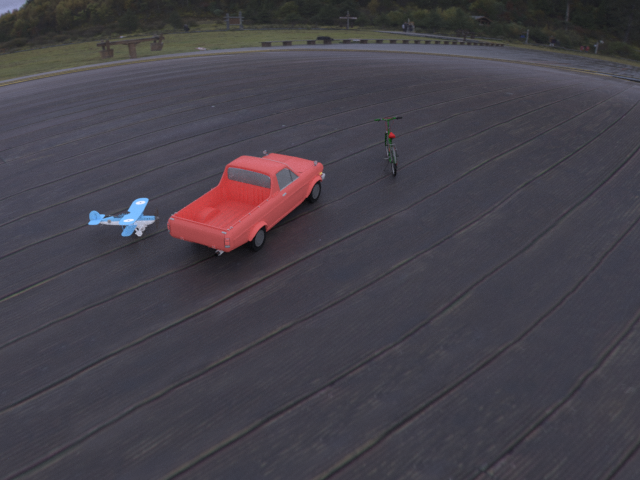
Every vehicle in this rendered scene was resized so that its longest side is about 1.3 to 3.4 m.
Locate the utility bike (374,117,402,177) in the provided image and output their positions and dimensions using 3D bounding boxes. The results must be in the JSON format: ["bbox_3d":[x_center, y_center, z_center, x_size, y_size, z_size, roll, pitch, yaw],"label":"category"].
[{"bbox_3d":[1.294,-1.817,13.253,0.535,0.946,1.435,-1,29,-2],"label":"utility bike"}]

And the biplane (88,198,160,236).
[{"bbox_3d":[-3.076,-0.328,11.051,1.090,0.504,1.336,-1,29,-2],"label":"biplane"}]

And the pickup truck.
[{"bbox_3d":[-1.084,-0.741,11.288,1.244,0.993,3.117,14,32,24],"label":"pickup truck"}]
